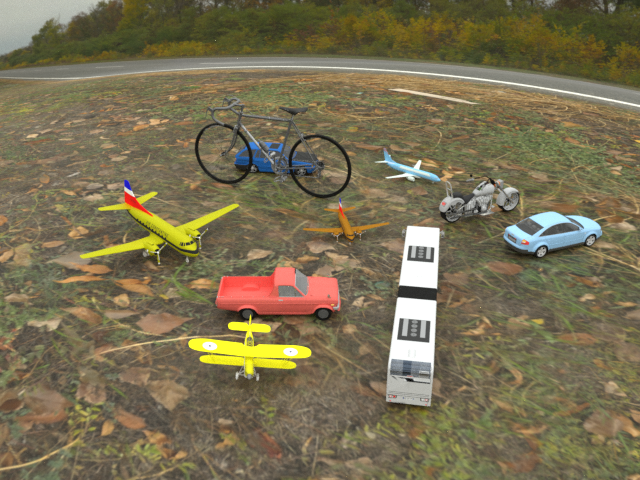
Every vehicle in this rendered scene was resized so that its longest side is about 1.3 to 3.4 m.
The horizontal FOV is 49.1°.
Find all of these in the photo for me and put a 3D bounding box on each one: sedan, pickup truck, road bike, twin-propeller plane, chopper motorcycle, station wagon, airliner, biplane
[{"bbox_3d":[3.569,-0.152,10.653,1.613,0.483,0.635,-11,29,-20],"label":"sedan"},{"bbox_3d":[-0.530,0.664,9.045,1.603,0.511,0.640,0,27,0],"label":"pickup truck"},{"bbox_3d":[-0.876,-1.629,12.233,3.004,1.656,0.697,10,29,18],"label":"road bike"},{"bbox_3d":[-2.444,-0.281,10.568,2.663,0.792,2.129,-22,35,-36],"label":"twin-propeller plane"},{"bbox_3d":[2.641,-0.723,11.455,1.563,0.761,0.466,-13,30,-23],"label":"chopper motorcycle"},{"bbox_3d":[-0.823,-1.583,13.432,1.597,0.473,0.682,4,28,8],"label":"station wagon"},{"bbox_3d":[1.695,-1.383,13.093,1.307,0.429,1.161,21,34,34],"label":"airliner"},{"bbox_3d":[-0.779,1.245,7.928,1.336,0.504,1.090,-2,27,-4],"label":"biplane"},{"bbox_3d":[0.398,-0.287,10.997,1.370,0.407,1.095,-4,28,-8],"label":"twin-propeller plane"}]

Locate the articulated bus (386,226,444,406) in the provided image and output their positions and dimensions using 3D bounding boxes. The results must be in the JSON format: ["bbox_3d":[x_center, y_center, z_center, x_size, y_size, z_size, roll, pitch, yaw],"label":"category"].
[{"bbox_3d":[1.217,0.779,8.769,0.605,0.561,3.401,4,28,9],"label":"articulated bus"}]
